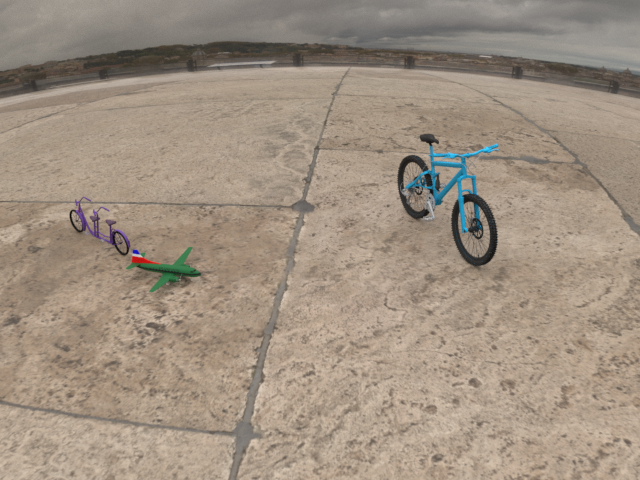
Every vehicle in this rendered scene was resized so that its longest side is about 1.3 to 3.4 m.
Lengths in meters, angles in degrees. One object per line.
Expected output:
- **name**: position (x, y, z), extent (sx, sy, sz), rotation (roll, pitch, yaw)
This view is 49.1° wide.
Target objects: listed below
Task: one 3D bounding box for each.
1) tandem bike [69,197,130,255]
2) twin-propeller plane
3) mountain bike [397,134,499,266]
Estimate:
- **tandem bike**: position (-3.519, -0.249, 11.069), extent (1.642, 0.682, 0.283), rotation (21, 34, 35)
- **twin-propeller plane**: position (-2.238, 0.372, 10.162), extent (1.095, 0.407, 1.370), rotation (7, 28, 13)
- **mountain bike**: position (1.945, -0.793, 11.026), extent (1.114, 1.688, 2.857), rotation (-11, 29, -20)
